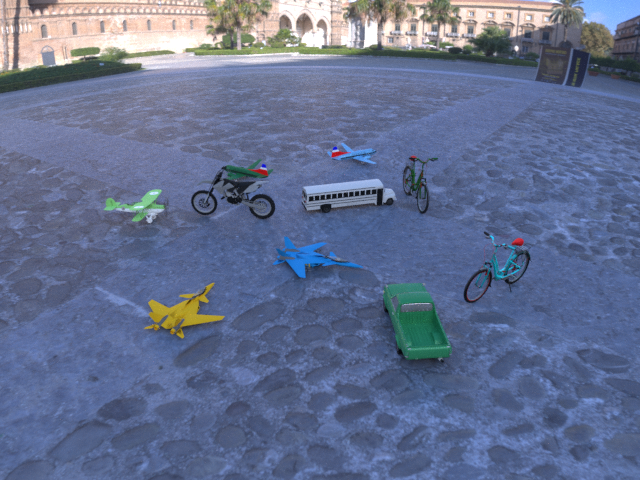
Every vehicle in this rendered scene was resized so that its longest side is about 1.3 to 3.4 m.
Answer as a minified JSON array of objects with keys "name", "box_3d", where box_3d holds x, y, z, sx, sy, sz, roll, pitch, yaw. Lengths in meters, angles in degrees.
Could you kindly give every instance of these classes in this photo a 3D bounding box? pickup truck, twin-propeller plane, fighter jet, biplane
[{"name":"pickup truck","box_3d":[1.221,0.987,9.002,0.640,0.511,1.603,-2,28,-5]},{"name":"twin-propeller plane","box_3d":[0.710,-1.816,14.518,1.095,0.407,1.370,-14,30,-24]},{"name":"twin-propeller plane","box_3d":[-1.466,-1.376,13.671,1.095,0.407,1.370,15,31,27]},{"name":"fighter jet","box_3d":[-1.779,0.833,9.541,1.147,0.286,1.358,10,29,19]},{"name":"fighter jet","box_3d":[0.008,0.247,10.671,1.358,0.286,1.147,8,28,15]},{"name":"biplane","box_3d":[-3.122,-0.564,12.000,1.090,0.504,1.336,1,27,3]}]

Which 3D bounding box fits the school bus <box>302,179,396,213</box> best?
[{"name":"school bus","box_3d":[0.536,-0.803,12.537,1.708,0.434,0.365,-7,28,-14]}]

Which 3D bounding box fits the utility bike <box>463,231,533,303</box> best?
[{"name":"utility bike","box_3d":[2.563,0.347,9.762,1.435,0.946,0.535,-20,33,-33]}]

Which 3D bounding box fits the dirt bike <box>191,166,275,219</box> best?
[{"name":"dirt bike","box_3d":[-1.509,-0.782,12.036,1.493,0.857,0.527,4,28,7]}]

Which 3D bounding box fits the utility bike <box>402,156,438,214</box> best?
[{"name":"utility bike","box_3d":[1.773,-1.116,12.584,0.535,0.946,1.435,-5,28,-10]}]
